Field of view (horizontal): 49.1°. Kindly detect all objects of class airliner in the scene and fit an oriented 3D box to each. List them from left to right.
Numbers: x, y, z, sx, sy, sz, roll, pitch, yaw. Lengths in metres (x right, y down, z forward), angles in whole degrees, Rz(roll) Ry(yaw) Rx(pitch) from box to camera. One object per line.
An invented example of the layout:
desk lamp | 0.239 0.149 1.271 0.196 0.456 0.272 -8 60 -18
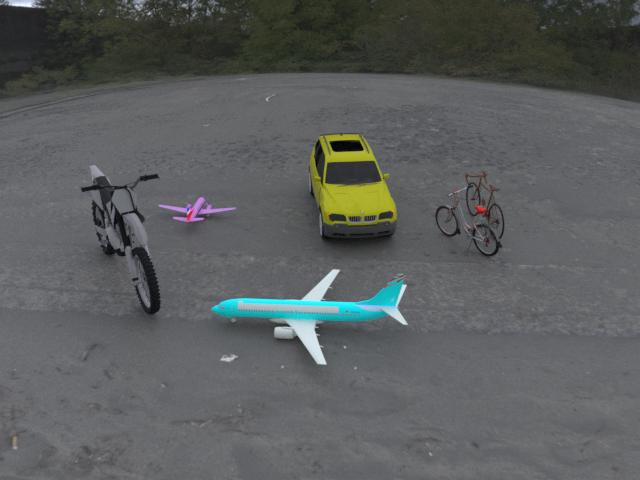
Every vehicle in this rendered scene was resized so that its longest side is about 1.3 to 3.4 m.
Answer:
airliner | -0.156 0.747 8.963 2.541 0.835 2.257 2 26 5

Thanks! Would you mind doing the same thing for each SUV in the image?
SUV | 0.500 -1.013 12.185 1.276 1.128 3.058 -3 26 -6

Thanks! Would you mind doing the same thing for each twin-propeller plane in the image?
twin-propeller plane | -2.147 -0.561 12.085 1.370 0.407 1.095 2 26 5

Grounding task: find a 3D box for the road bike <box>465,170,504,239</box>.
road bike | 2.755 -0.616 11.695 0.358 0.852 1.545 -5 27 -10

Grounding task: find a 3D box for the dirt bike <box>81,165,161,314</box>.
dirt bike | -2.808 -0.174 9.886 1.024 1.666 2.903 -14 30 -27

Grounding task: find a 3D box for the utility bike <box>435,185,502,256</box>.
utility bike | 2.288 -0.313 10.977 0.535 0.946 1.435 -17 31 -31
